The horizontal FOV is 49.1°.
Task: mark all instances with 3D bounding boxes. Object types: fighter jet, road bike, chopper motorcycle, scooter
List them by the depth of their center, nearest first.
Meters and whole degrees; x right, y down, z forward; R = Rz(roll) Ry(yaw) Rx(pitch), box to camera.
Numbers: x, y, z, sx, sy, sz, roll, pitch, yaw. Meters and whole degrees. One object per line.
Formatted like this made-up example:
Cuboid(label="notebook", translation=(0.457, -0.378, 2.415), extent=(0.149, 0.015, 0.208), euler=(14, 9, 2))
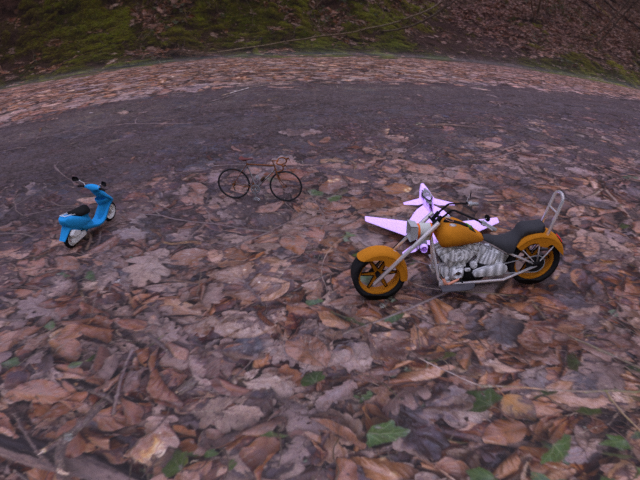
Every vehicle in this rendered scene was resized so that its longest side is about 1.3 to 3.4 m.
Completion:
Cuboid(label="chopper motorcycle", translation=(1.948, 0.070, 9.765), extent=(3.040, 1.480, 0.906), euler=(-4, 29, -7))
Cuboid(label="scooter", translation=(-3.785, -0.507, 11.379), extent=(0.662, 0.919, 1.399), euler=(10, 31, 18))
Cuboid(label="fighter jet", translation=(1.876, -0.566, 11.858), extent=(2.229, 0.557, 2.640), euler=(1, 29, 1))
Cuboid(label="road bike", translation=(-1.083, -1.103, 12.521), extent=(1.545, 0.852, 0.358), euler=(4, 29, 6))
